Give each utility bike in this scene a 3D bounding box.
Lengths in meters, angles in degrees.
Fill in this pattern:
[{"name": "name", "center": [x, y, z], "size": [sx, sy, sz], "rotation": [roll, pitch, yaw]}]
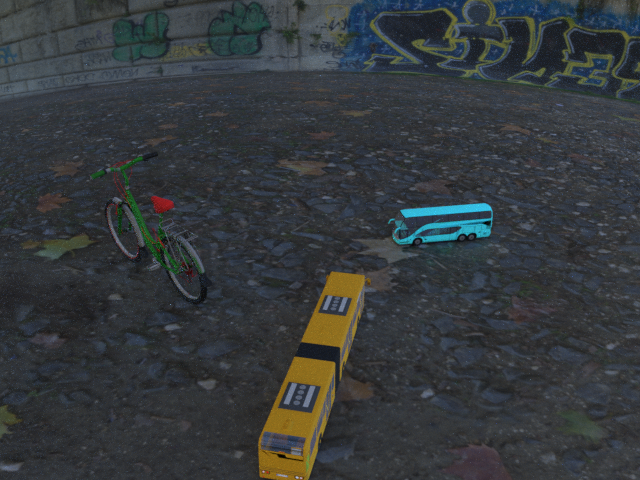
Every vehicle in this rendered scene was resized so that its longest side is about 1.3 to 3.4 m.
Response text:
[{"name": "utility bike", "center": [-2.464, -0.169, 9.821], "size": [1.039, 1.839, 2.791], "rotation": [-23, 35, -37]}]

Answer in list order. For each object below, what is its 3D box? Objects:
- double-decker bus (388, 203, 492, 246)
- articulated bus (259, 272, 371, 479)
[{"name": "double-decker bus", "center": [1.973, -0.256, 11.433], "size": [1.672, 0.541, 0.389], "rotation": [-5, 27, -9]}, {"name": "articulated bus", "center": [0.017, 1.396, 8.135], "size": [0.605, 0.561, 3.401], "rotation": [6, 27, 11]}]
